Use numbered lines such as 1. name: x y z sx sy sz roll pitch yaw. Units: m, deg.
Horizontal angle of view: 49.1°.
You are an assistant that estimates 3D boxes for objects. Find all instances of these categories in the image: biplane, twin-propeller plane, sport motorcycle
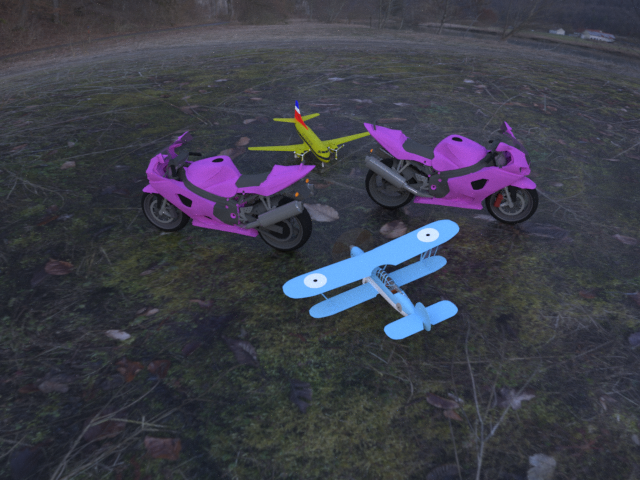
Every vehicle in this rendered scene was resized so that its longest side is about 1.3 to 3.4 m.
1. biplane: 0.852 0.618 9.282 2.598 0.981 2.120 -14 33 -21
2. twin-propeller plane: -0.194 -2.131 14.063 2.663 0.792 2.129 -10 32 -16
3. sport motorcycle: -1.483 -0.687 10.863 2.955 1.596 0.983 9 32 14
4. sport motorcycle: 2.147 -1.123 11.593 2.955 1.596 0.983 8 32 14
